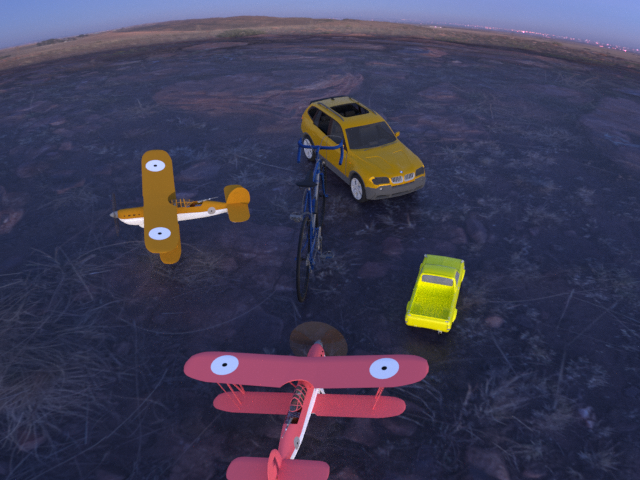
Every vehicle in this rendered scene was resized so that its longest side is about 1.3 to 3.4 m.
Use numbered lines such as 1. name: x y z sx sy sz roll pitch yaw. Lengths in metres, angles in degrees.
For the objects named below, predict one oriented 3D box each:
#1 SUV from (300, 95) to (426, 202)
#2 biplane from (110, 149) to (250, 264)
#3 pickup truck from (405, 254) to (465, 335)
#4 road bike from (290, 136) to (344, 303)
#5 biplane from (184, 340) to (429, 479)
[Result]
1. SUV: 0.704 -1.742 12.720 1.276 1.128 3.058 -15 34 -23
2. biplane: -2.121 -0.444 10.726 2.120 0.981 2.598 -6 32 -11
3. pickup truck: 1.563 0.653 9.374 0.640 0.511 1.603 9 32 14
4. road bike: -0.099 -0.428 10.049 0.696 1.656 3.004 4 31 6
5. biplane: -0.258 1.718 7.167 2.598 0.981 2.120 6 32 10
